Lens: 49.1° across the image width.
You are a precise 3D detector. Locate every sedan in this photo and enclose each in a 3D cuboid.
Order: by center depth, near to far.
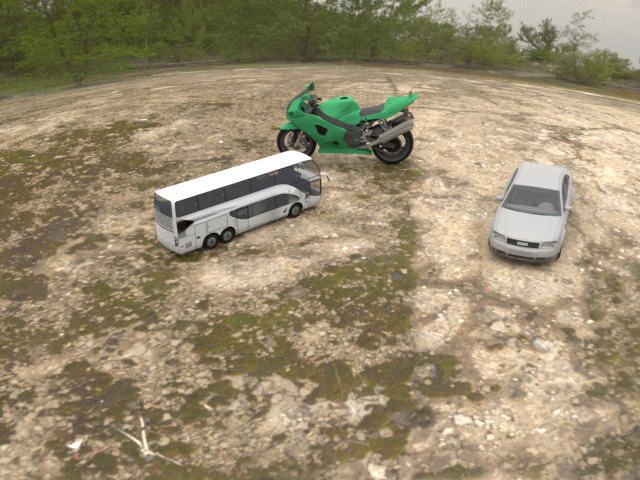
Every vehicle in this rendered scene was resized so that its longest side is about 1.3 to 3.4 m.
[{"bbox_3d":[3.664,-0.627,11.947,1.235,0.940,3.137,10,29,19],"label":"sedan"}]

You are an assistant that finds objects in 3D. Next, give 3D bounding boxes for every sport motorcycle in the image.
[{"bbox_3d":[0.556,-2.383,14.629,2.955,1.596,0.983,2,27,3],"label":"sport motorcycle"}]

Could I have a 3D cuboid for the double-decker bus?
[{"bbox_3d":[-1.275,-0.717,11.999,3.251,1.052,0.756,-22,35,-36],"label":"double-decker bus"}]
